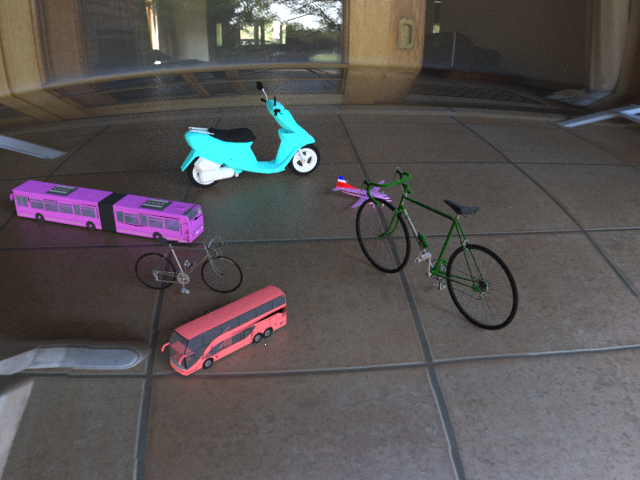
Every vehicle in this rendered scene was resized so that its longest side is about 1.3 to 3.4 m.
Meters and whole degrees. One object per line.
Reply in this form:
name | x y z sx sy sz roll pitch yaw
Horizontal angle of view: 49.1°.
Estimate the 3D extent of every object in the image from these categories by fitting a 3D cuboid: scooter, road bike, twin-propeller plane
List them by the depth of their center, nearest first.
road bike | 1.479 0.053 9.470 0.696 1.656 3.004 -20 33 -33
road bike | -1.844 0.352 9.767 1.545 0.852 0.358 3 28 5
twin-propeller plane | 0.789 -0.887 12.641 1.095 0.407 1.370 14 30 24
scooter | -1.284 -1.930 13.155 2.721 1.786 1.288 -9 29 -16

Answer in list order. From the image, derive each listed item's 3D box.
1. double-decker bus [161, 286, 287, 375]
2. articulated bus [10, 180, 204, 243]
double-decker bus | -1.132 1.109 8.645 1.672 0.541 0.389 -23 35 -38
articulated bus | -3.588 -0.491 11.709 3.401 0.561 0.605 9 29 16
